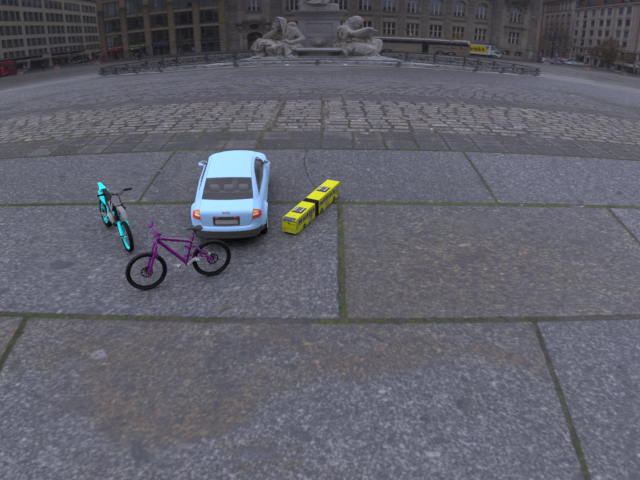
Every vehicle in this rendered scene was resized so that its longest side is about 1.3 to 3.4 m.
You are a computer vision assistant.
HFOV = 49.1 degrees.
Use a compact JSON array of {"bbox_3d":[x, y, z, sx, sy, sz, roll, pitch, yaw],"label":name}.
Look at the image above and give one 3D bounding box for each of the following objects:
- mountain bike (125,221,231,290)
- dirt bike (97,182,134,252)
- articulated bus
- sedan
[{"bbox_3d":[-1.930,0.197,9.555,1.469,0.868,0.573,-12,30,-21],"label":"mountain bike"},{"bbox_3d":[-3.150,-0.416,10.748,0.527,0.857,1.493,-16,32,-28],"label":"dirt bike"},{"bbox_3d":[-0.116,-0.575,11.670,0.311,0.289,1.749,12,30,22],"label":"articulated bus"},{"bbox_3d":[-1.448,-0.962,11.710,1.235,0.940,3.137,-1,27,-2],"label":"sedan"}]
